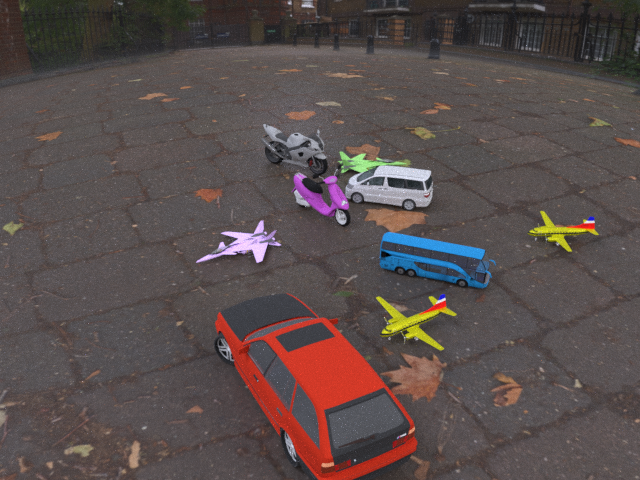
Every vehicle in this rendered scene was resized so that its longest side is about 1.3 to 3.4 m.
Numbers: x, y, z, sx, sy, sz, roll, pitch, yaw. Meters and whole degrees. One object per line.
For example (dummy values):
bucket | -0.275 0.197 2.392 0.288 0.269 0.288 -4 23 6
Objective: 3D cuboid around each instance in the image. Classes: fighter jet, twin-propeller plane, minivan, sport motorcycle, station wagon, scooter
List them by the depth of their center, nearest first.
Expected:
station wagon | -0.193 1.413 7.912 1.327 0.920 3.105 -15 32 -24
twin-propeller plane | 1.232 1.016 9.149 1.095 0.407 1.370 -17 33 -27
fighter jet | -1.336 0.072 10.963 1.358 0.286 1.147 -19 35 -31
twin-propeller plane | 3.899 -0.185 11.300 1.095 0.407 1.370 -1 29 -2
scooter | 0.011 -0.828 11.926 0.662 0.919 1.399 -25 38 -37
minivan | 1.229 -0.979 12.506 1.548 0.616 0.681 9 30 15
sport motorcycle | -0.489 -1.787 13.742 1.520 0.821 0.506 18 34 29
fighter jet | 1.060 -1.566 13.895 1.358 0.286 1.147 -3 29 -5

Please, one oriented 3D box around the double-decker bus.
double-decker bus | 1.709 0.302 10.290 1.672 0.541 0.389 11 31 19
